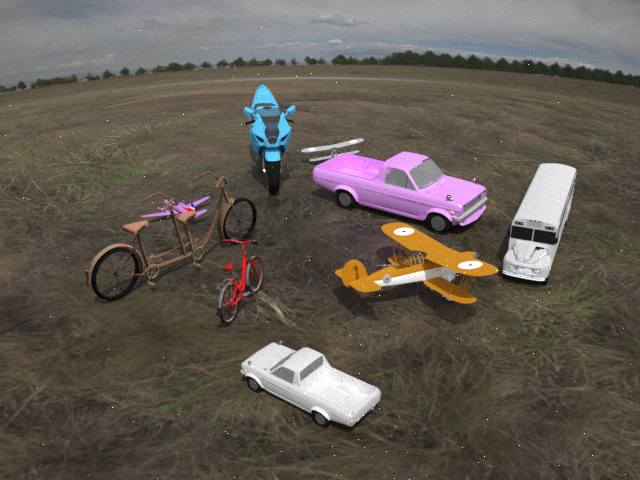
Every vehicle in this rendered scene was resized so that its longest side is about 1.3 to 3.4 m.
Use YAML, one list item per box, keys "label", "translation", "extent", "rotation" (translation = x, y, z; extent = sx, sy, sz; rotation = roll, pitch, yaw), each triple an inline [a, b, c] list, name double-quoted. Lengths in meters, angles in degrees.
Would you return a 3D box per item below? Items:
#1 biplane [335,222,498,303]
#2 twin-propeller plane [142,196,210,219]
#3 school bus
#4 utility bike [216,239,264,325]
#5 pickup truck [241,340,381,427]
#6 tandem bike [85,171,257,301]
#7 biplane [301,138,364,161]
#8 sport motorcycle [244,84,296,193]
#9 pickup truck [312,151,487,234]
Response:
- label: "biplane"
  translation: [1.261, 0.391, 9.593]
  extent: [2.120, 0.981, 2.598]
  rotation: [-10, 27, -20]
- label: "twin-propeller plane"
  translation: [-2.477, -0.591, 12.325]
  extent: [1.370, 0.407, 1.095]
  rotation: [-21, 32, -37]
- label: "school bus"
  translation: [3.582, -0.340, 11.288]
  extent: [0.709, 0.844, 3.322]
  rotation: [11, 27, 21]
- label: "utility bike"
  translation: [-1.117, 0.487, 9.432]
  extent: [0.535, 0.946, 1.435]
  rotation: [8, 27, 17]
- label: "pickup truck"
  translation: [-0.128, 1.539, 7.727]
  extent: [1.603, 0.511, 0.640]
  rotation: [18, 31, 34]
- label: "tandem bike"
  translation: [-2.085, -0.153, 10.336]
  extent: [0.550, 1.326, 3.192]
  rotation: [20, 32, 36]
- label: "biplane"
  translation: [0.284, -1.811, 14.776]
  extent: [1.336, 0.504, 1.090]
  rotation: [-3, 26, -6]
- label: "sport motorcycle"
  translation: [-1.045, -2.102, 14.118]
  extent: [0.983, 1.596, 2.955]
  rotation: [-3, 26, -7]
- label: "pickup truck"
  translation: [1.393, -1.023, 12.552]
  extent: [3.117, 0.993, 1.244]
  rotation: [17, 30, 32]
